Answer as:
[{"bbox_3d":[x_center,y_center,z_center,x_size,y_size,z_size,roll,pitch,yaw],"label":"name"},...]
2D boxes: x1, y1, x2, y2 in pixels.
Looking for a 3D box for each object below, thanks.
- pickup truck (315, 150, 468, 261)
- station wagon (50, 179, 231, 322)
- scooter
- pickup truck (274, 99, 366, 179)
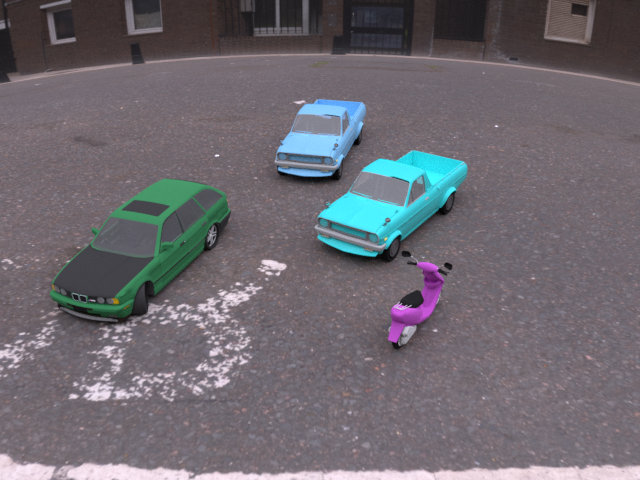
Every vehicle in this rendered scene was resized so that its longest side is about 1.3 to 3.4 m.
[{"bbox_3d":[1.208,-0.729,10.996,1.244,0.993,3.117,18,33,29],"label":"pickup truck"},{"bbox_3d":[-2.413,-0.016,9.749,1.327,0.920,3.105,10,30,18],"label":"station wagon"},{"bbox_3d":[1.196,0.673,8.470,0.662,0.919,1.399,16,32,28],"label":"scooter"},{"bbox_3d":[0.080,-2.125,13.590,1.244,0.993,3.117,7,29,12],"label":"pickup truck"}]
